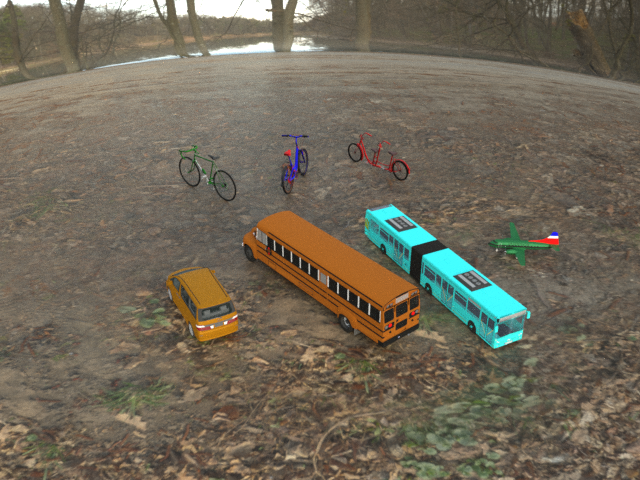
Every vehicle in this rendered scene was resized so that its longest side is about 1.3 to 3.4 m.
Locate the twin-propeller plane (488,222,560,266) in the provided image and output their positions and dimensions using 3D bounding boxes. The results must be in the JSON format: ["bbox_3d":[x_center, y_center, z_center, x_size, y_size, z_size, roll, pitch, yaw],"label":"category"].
[{"bbox_3d":[3.222,0.026,11.085,1.095,0.407,1.370,3,30,5],"label":"twin-propeller plane"}]

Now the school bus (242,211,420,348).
[{"bbox_3d":[0.006,0.398,10.006,0.709,0.844,3.322,-22,37,-33],"label":"school bus"}]

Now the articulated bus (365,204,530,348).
[{"bbox_3d":[1.704,0.412,10.264,0.605,0.561,3.401,-14,33,-23],"label":"articulated bus"}]

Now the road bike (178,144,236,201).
[{"bbox_3d":[-2.086,-1.242,12.836,1.545,0.852,0.358,23,37,34],"label":"road bike"}]

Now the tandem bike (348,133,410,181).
[{"bbox_3d":[1.135,-1.668,13.742,0.283,0.682,1.642,-25,39,-37],"label":"tandem bike"}]

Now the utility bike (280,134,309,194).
[{"bbox_3d":[-0.522,-1.485,13.162,0.535,0.946,1.435,9,31,16],"label":"utility bike"}]

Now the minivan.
[{"bbox_3d":[-1.654,0.757,9.613,0.681,0.616,1.548,-15,33,-24],"label":"minivan"}]
